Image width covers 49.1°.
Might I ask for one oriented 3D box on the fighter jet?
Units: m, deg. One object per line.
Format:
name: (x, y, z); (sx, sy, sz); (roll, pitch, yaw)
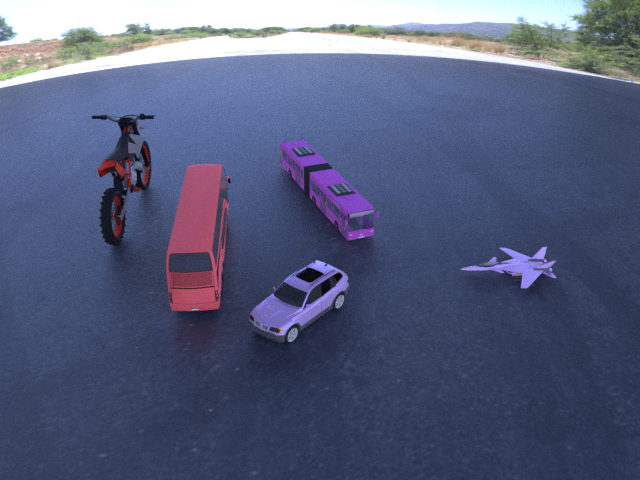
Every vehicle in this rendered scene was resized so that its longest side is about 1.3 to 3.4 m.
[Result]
fighter jet: (2.763, 0.344, 10.387); (1.358, 0.286, 1.147); (-1, 29, -2)

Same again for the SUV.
SUV: (-0.258, 0.774, 9.325); (0.656, 0.580, 1.572); (22, 36, 34)

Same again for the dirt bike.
dirt bike: (-3.261, -1.193, 11.708); (1.024, 1.666, 2.903); (0, 29, 0)

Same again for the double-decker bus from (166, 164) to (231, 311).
double-decker bus: (-1.781, -0.176, 10.531); (0.756, 1.052, 3.251); (-2, 29, -4)

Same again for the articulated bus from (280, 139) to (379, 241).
articulated bus: (0.049, -0.984, 12.464); (0.605, 0.561, 3.401); (-11, 31, -19)
